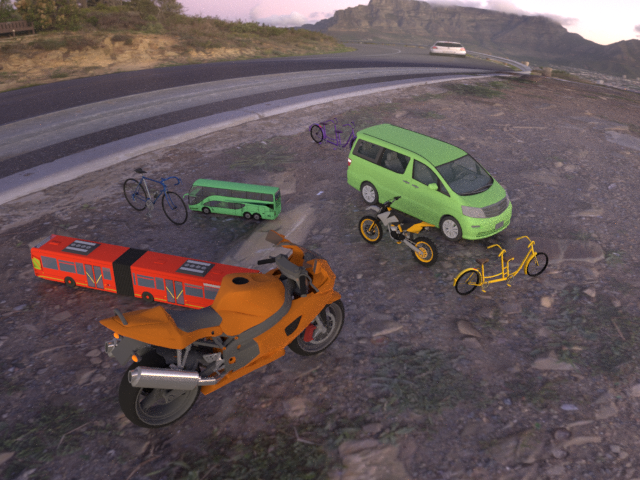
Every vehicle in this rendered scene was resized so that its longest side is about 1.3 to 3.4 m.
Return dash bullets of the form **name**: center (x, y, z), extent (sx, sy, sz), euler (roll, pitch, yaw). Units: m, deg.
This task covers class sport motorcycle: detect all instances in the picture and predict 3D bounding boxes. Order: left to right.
- **sport motorcycle**: center (-0.898, 0.974, 7.709), extent (2.955, 1.596, 0.983), euler (-20, 34, -32)

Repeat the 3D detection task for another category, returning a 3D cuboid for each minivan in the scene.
- **minivan**: center (1.833, -1.033, 11.906), extent (1.324, 1.197, 3.011), euler (-23, 36, -36)

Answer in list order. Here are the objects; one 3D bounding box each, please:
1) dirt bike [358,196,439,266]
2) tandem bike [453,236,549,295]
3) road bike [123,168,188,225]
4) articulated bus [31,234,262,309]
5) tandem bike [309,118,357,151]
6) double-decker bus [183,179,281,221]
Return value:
- **dirt bike**: center (1.171, -0.162, 10.632), extent (1.493, 0.857, 0.527), euler (23, 36, 36)
- **tandem bike**: center (2.576, 0.352, 9.850), extent (1.642, 0.682, 0.283), euler (-12, 30, -21)
- **road bike**: center (-2.796, -0.765, 11.771), extent (1.545, 0.852, 0.358), euler (18, 33, 31)
- **articulated bus**: center (-2.437, 0.483, 9.734), extent (3.401, 0.561, 0.605), euler (9, 29, 16)
- **tandem bike**: center (0.347, -2.223, 14.692), extent (0.283, 0.682, 1.642), euler (-25, 37, -38)
- **double-decker bus**: center (-1.493, -0.699, 11.977), extent (1.672, 0.541, 0.389), euler (7, 29, 14)
